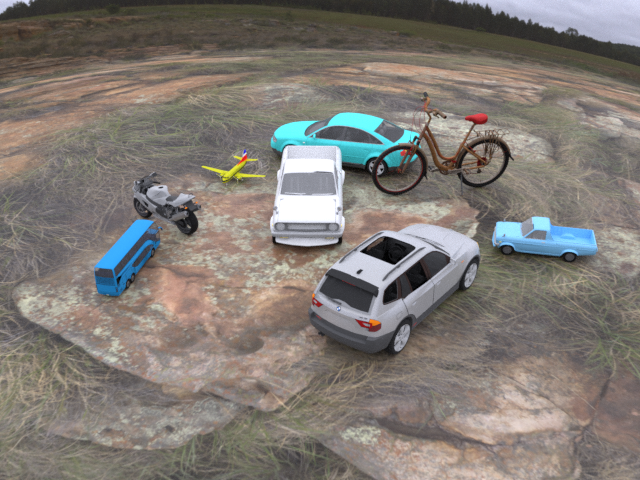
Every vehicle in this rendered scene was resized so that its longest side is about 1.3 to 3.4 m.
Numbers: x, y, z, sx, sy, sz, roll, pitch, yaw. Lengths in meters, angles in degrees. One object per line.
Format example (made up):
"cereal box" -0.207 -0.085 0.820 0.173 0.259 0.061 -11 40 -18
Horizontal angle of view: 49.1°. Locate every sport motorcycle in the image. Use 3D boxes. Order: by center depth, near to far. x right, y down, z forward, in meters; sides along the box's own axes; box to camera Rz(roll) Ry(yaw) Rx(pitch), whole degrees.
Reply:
"sport motorcycle" -2.648 -0.609 11.891 1.520 0.821 0.506 19 35 30

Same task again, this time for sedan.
"sedan" 0.494 -2.074 14.318 3.137 0.940 1.235 11 32 18

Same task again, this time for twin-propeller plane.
"twin-propeller plane" -1.657 -1.411 13.699 1.370 0.407 1.095 10 31 17

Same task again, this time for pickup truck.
"pickup truck" 3.602 -0.054 11.239 1.603 0.511 0.640 6 31 11
"pickup truck" -0.181 -0.951 12.313 1.244 0.993 3.117 1 30 1

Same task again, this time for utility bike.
"utility bike" 2.327 -1.660 12.697 2.791 1.839 1.039 -6 30 -11

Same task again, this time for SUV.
"SUV" 1.130 0.446 9.750 1.276 1.128 3.058 21 36 32

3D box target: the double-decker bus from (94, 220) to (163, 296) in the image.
"double-decker bus" -2.911 0.225 10.723 0.389 0.541 1.672 6 30 10
